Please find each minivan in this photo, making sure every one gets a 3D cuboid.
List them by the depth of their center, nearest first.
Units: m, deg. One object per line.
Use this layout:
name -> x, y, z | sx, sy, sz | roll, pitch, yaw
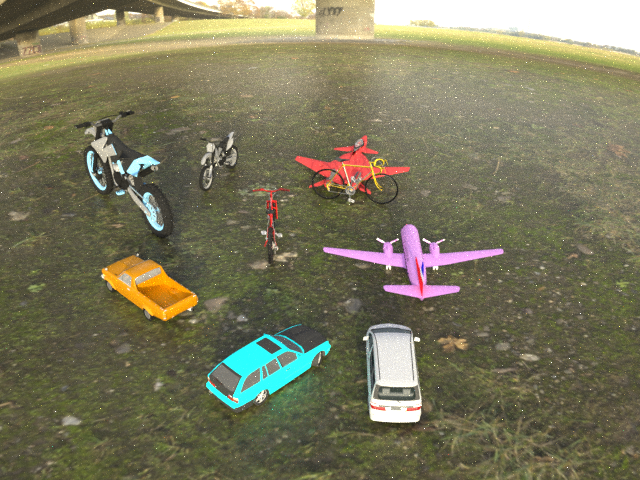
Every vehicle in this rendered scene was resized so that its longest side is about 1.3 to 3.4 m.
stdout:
minivan -> 0.852, 1.446, 8.246 | 0.681, 0.616, 1.548 | 1, 31, 2

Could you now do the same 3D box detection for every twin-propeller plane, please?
twin-propeller plane -> 1.377, 0.198, 10.181 | 2.663, 0.792, 2.129 | 1, 31, 1

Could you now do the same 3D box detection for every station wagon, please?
station wagon -> -0.581, 1.433, 8.408 | 1.597, 0.473, 0.682 | -27, 40, -37

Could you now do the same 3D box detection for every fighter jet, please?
fighter jet -> 0.661, -1.698, 13.610 | 2.229, 0.557, 2.640 | 7, 31, 12

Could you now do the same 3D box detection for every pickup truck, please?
pickup truck -> -2.396, 0.619, 9.745 | 1.603, 0.511, 0.640 | 26, 40, 37

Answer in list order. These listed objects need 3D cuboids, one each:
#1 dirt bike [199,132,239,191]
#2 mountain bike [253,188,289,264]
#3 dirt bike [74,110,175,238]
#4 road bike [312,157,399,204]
dirt bike -> -1.878, -1.524, 13.023 | 0.527, 0.857, 1.493 | 11, 32, 17
mountain bike -> -0.758, -0.279, 10.910 | 0.573, 0.868, 1.469 | -1, 31, -1
dirt bike -> -3.297, -1.171, 11.633 | 1.024, 1.666, 2.903 | -24, 38, -35
road bike -> 0.609, -1.050, 12.229 | 1.545, 0.852, 0.358 | 6, 31, 10
